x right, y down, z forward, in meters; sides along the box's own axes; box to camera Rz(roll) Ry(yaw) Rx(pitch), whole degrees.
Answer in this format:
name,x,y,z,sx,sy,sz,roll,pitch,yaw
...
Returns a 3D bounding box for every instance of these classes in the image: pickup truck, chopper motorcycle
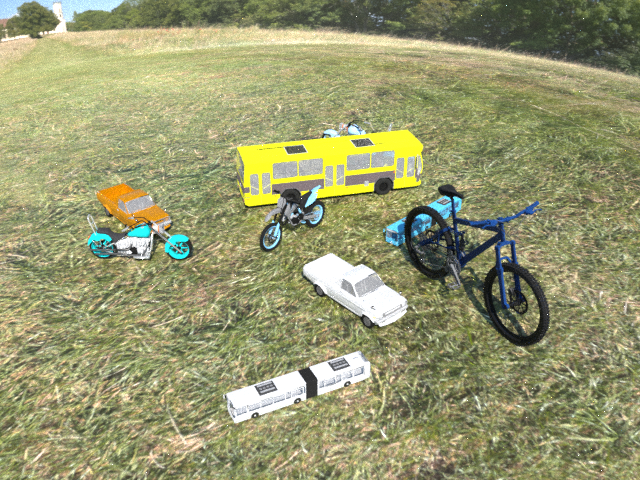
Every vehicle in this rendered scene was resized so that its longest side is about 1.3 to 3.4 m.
name,x,y,z,sx,sy,sz,roll,pitch,yaw
pickup truck,-3.142,-0.565,11.737,0.640,0.511,1.603,-24,38,-35
chopper motorcycle,-2.742,-0.043,10.599,1.563,0.761,0.466,0,30,0
pickup truck,0.467,0.629,9.700,0.640,0.511,1.603,-24,38,-34
chopper motorcycle,0.764,-2.097,14.102,1.563,0.761,0.466,14,33,22

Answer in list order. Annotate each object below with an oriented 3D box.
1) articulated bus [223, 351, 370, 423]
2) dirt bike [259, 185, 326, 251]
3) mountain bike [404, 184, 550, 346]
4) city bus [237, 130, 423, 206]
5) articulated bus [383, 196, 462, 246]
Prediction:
name,x,y,z,sx,sy,sz,roll,pitch,yaw
articulated bus,-0.236,1.688,8.113,1.749,0.289,0.311,-14,33,-22
dirt bike,-0.416,-0.400,11.112,0.527,0.857,1.493,24,38,35
mountain bike,2.009,0.163,9.331,1.114,1.688,2.857,-16,34,-25
city bus,0.179,-1.272,12.562,3.255,0.894,0.926,-8,31,-13
articulated bus,1.731,-0.352,11.593,1.749,0.289,0.311,-27,40,-38
